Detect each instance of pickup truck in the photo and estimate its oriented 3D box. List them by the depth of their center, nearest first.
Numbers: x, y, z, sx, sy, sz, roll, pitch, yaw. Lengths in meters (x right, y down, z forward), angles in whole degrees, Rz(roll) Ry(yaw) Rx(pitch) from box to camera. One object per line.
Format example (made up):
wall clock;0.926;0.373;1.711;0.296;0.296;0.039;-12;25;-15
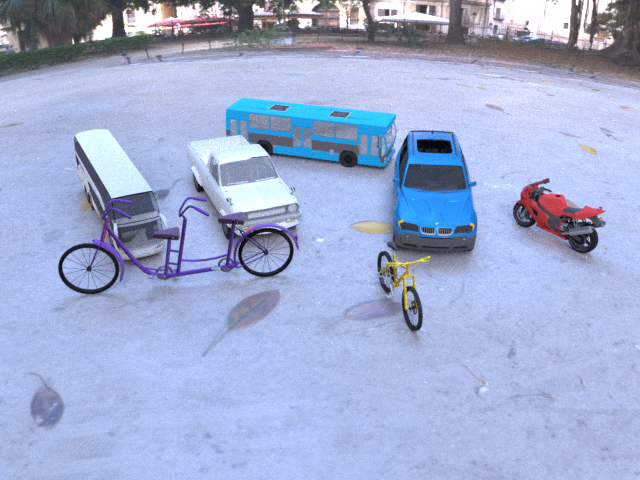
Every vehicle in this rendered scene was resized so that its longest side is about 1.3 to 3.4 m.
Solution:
pickup truck;-1.353;-1.071;11.682;1.244;0.993;3.117;-11;31;-19

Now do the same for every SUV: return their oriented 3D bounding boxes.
SUV;1.792;-0.865;11.164;1.276;1.128;3.058;3;29;5

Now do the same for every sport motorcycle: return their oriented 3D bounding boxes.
sport motorcycle;3.575;-0.379;10.595;0.506;0.821;1.520;-21;35;-33

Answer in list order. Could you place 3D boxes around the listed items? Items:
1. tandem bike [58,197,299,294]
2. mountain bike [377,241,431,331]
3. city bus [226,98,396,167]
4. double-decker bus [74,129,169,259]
tandem bike;-1.857;0.039;9.303;3.192;1.326;0.550;-5;29;-10
mountain bike;1.008;0.499;8.939;0.573;0.868;1.469;-8;30;-14
city bus;-0.190;-2.078;13.628;3.255;0.894;0.926;9;30;16
double-decker bus;-3.228;-0.772;11.074;0.756;1.052;3.251;-14;32;-24
